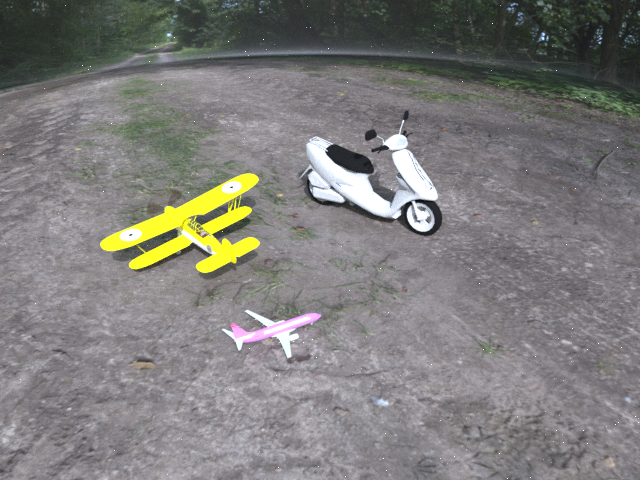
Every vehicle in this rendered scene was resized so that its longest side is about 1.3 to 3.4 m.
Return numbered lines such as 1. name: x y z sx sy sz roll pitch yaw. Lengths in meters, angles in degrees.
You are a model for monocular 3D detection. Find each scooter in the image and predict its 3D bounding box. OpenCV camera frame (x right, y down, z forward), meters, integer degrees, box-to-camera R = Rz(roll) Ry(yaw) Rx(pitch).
1. scooter: 0.808 -1.161 11.450 2.721 1.786 1.288 19 34 30

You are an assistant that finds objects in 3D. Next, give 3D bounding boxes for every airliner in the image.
1. airliner: -0.543 1.046 8.827 1.307 0.429 1.161 -16 33 -27

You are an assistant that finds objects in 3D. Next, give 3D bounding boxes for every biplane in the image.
1. biplane: -1.832 -0.081 10.315 2.598 0.981 2.120 -21 35 -33
